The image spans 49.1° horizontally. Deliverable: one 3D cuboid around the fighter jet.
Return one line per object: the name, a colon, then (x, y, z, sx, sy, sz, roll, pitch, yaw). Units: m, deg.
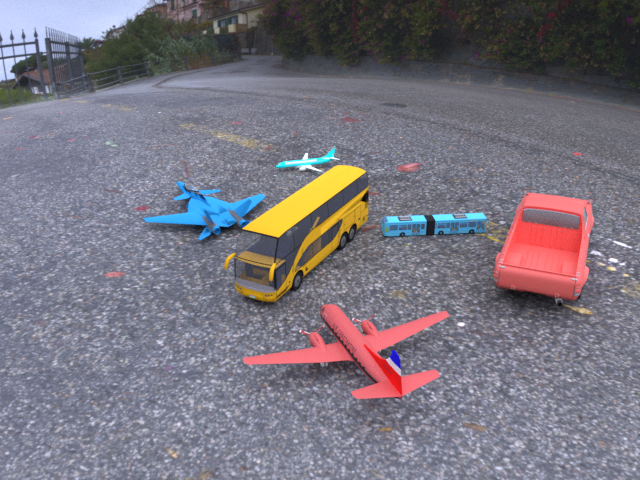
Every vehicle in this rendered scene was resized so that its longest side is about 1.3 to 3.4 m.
fighter jet: (-2.099, -0.779, 12.426, 2.229, 0.557, 2.640, -14, 29, -27)

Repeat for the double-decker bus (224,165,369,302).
double-decker bus: (-0.203, -0.157, 10.563, 0.756, 1.052, 3.251, 13, 29, 25)

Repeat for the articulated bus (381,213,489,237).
articulated bus: (1.908, -0.254, 11.645, 1.749, 0.289, 0.311, -2, 26, -5)

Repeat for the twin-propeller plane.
twin-propeller plane: (0.445, 1.161, 8.125, 2.663, 0.792, 2.129, -10, 28, -20)

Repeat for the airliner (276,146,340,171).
airliner: (-0.276, -1.691, 14.469, 1.307, 0.429, 1.161, -7, 27, -14)

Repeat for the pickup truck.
pickup truck: (3.397, -0.053, 10.416, 1.244, 0.993, 3.117, 10, 27, 20)
